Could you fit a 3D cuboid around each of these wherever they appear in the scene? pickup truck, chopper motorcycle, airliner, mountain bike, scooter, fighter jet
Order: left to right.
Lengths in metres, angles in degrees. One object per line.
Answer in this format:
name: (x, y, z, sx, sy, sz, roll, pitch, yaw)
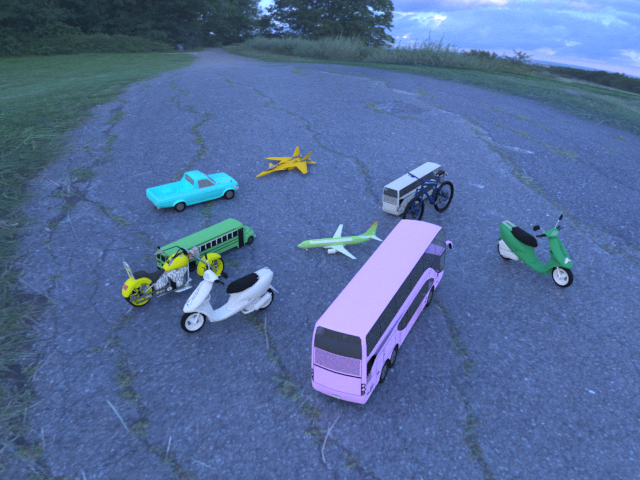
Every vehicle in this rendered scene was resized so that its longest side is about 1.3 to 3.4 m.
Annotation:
chopper motorcycle: (-2.029, 0.409, 9.756, 1.563, 0.761, 0.466, -22, 35, -35)
pickup truck: (-2.278, -0.929, 12.549, 1.603, 0.511, 0.640, -17, 32, -29)
scooter: (-1.185, 0.654, 9.126, 1.399, 0.919, 0.662, -16, 32, -28)
fighter jet: (-0.760, -1.519, 13.900, 1.147, 0.286, 1.358, 25, 37, 38)
airliner: (0.294, -0.059, 10.994, 1.307, 0.429, 1.161, -4, 28, -8)
mountain bike: (1.848, -0.735, 11.800, 0.573, 0.868, 1.469, 23, 36, 36)
scooter: (3.145, 0.064, 10.239, 0.662, 0.919, 1.399, -20, 34, -32)

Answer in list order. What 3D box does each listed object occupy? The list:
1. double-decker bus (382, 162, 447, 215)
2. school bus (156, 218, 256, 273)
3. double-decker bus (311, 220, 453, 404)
double-decker bus: (1.704, -0.944, 12.545, 0.389, 0.541, 1.672, 20, 34, 33)
school bus: (-1.708, 0.068, 10.750, 0.365, 0.434, 1.708, 23, 36, 37)
double-decker bus: (0.862, 0.729, 8.842, 0.756, 1.052, 3.251, 12, 30, 22)
